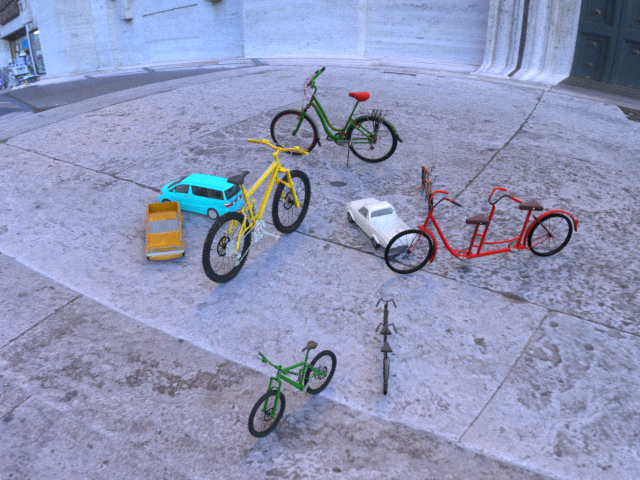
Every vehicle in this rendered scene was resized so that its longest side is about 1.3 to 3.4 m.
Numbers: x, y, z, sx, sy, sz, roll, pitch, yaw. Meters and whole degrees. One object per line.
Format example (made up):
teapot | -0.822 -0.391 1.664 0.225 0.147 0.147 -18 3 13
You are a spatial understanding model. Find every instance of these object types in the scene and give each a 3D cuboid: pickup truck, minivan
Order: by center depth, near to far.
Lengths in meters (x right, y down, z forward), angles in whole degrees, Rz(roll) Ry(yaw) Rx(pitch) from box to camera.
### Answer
pickup truck | -2.573 -0.221 11.546 0.640 0.511 1.603 -6 30 -10
pickup truck | 1.007 -0.329 11.738 0.640 0.511 1.603 -12 31 -20
minivan | -2.165 -0.837 12.535 1.548 0.616 0.681 12 31 20

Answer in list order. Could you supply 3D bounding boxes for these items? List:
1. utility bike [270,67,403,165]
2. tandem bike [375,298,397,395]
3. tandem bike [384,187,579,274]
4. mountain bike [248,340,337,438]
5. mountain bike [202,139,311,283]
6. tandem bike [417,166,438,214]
utility bike | 0.289 -2.422 14.106 2.791 1.839 1.039 7 30 12
tandem bike | 0.825 1.239 8.774 0.283 0.682 1.642 2 29 4
tandem bike | 2.515 -0.186 10.652 3.192 1.326 0.550 -7 30 -12
mountain bike | -0.289 1.605 7.933 0.573 0.868 1.469 22 36 34
mountain bike | -0.914 -0.523 10.883 1.114 1.688 2.857 16 33 26
tandem bike | 1.970 -1.028 12.806 0.283 0.682 1.642 1 29 1
